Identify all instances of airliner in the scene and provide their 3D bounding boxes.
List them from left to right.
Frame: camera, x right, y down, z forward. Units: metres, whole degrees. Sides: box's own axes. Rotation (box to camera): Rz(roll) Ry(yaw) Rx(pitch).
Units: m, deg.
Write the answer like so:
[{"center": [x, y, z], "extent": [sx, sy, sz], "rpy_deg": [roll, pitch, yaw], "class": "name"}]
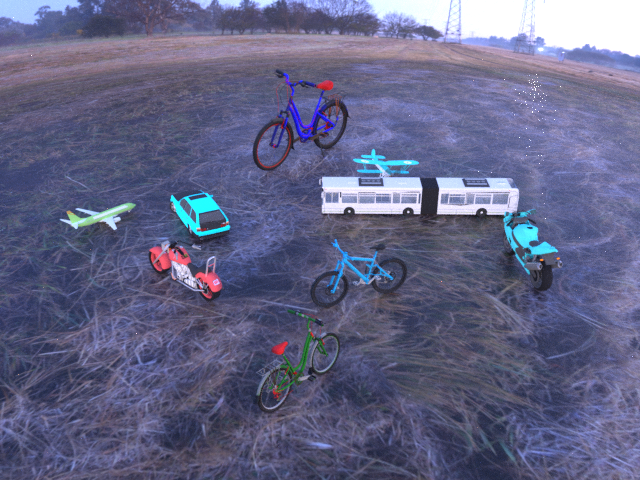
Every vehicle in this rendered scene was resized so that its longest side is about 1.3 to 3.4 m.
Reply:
[{"center": [-3.670, -0.494, 11.803], "extent": [1.161, 0.429, 1.307], "rpy_deg": [23, 36, 36], "class": "airliner"}]

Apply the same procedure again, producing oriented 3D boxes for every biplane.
[{"center": [1.207, -1.434, 13.453], "extent": [1.336, 0.504, 1.090], "rpy_deg": [-9, 30, -16], "class": "biplane"}]

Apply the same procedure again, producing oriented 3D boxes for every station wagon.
[{"center": [-2.055, -0.531, 11.826], "extent": [0.682, 0.473, 1.597], "rpy_deg": [-14, 31, -24], "class": "station wagon"}]

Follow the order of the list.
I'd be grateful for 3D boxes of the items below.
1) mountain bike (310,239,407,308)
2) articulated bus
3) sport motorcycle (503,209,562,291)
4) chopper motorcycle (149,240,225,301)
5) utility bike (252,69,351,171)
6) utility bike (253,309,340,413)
[{"center": [0.551, 0.451, 9.607], "extent": [1.469, 0.868, 0.573], "rpy_deg": [-11, 31, -20], "class": "mountain bike"}, {"center": [1.685, -0.767, 12.167], "extent": [3.401, 0.561, 0.605], "rpy_deg": [0, 29, 1], "class": "articulated bus"}, {"center": [3.058, 0.104, 10.295], "extent": [0.506, 0.821, 1.520], "rpy_deg": [-5, 29, -9], "class": "sport motorcycle"}, {"center": [-1.949, 0.331, 9.940], "extent": [1.563, 0.761, 0.466], "rpy_deg": [24, 37, 37], "class": "chopper motorcycle"}, {"center": [-0.234, -2.453, 13.930], "extent": [1.039, 1.839, 2.791], "rpy_deg": [24, 37, 37], "class": "utility bike"}, {"center": [-0.279, 1.315, 7.938], "extent": [0.535, 0.946, 1.435], "rpy_deg": [23, 36, 35], "class": "utility bike"}]
